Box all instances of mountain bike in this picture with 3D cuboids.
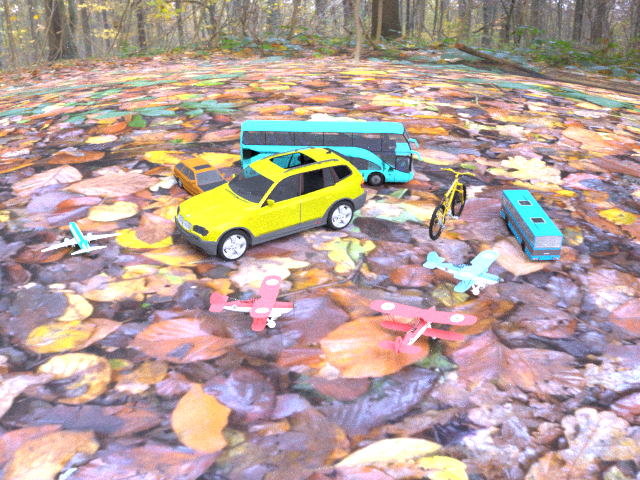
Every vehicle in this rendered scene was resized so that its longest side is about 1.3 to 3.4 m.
[{"bbox_3d":[2.033,-0.588,10.984,0.573,0.868,1.469,15,31,27],"label":"mountain bike"}]

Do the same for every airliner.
[{"bbox_3d":[-3.625,-0.109,10.528,1.161,0.429,1.307,-14,30,-26],"label":"airliner"}]

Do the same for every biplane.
[{"bbox_3d":[1.108,1.040,8.196,1.336,0.504,1.090,16,31,28],"label":"biplane"},{"bbox_3d":[1.948,0.415,9.421,1.090,0.504,1.336,15,31,28],"label":"biplane"},{"bbox_3d":[-0.814,0.801,8.665,1.090,0.504,1.336,2,27,3],"label":"biplane"}]

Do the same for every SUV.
[{"bbox_3d":[-0.725,-0.662,10.843,3.058,1.128,1.276,-17,31,-29],"label":"SUV"}]

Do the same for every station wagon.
[{"bbox_3d":[-2.043,-1.059,12.340,0.682,0.473,1.597,-16,31,-28],"label":"station wagon"}]

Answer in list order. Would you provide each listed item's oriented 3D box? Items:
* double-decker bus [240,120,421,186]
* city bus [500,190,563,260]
[{"bbox_3d":[0.182,-1.598,12.760,3.251,1.052,0.756,1,27,2],"label":"double-decker bus"},{"bbox_3d":[3.207,-0.233,10.738,0.476,0.460,1.674,-1,27,-2],"label":"city bus"}]
